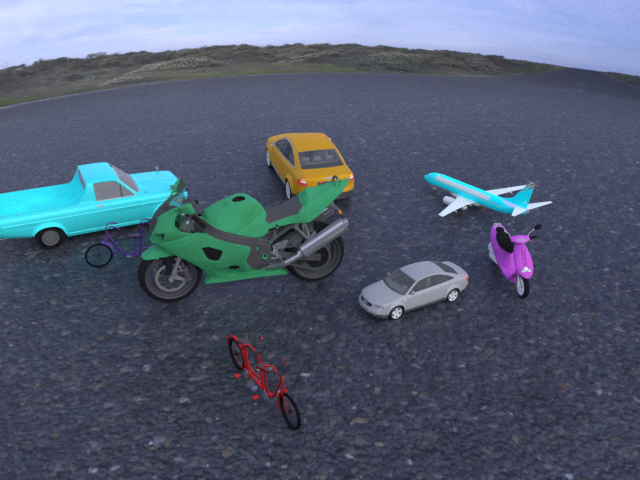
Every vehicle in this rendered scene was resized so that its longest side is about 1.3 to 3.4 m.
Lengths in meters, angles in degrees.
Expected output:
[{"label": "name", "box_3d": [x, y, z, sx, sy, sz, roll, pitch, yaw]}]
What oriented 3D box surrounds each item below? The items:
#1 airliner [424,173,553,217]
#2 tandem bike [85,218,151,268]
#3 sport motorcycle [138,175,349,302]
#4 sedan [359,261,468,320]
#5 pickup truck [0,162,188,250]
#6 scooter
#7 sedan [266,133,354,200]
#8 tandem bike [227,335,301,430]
[{"label": "airliner", "box_3d": [2.735, -0.966, 12.300, 2.257, 0.835, 2.541, -18, 31, -32]}, {"label": "tandem bike", "box_3d": [-2.702, -0.001, 10.528, 1.642, 0.682, 0.283, -11, 28, -21]}, {"label": "sport motorcycle", "box_3d": [-1.014, -0.023, 9.543, 2.955, 1.596, 0.983, -8, 27, -15]}, {"label": "sedan", "box_3d": [1.275, 0.618, 9.504, 1.613, 0.483, 0.635, -14, 30, -26]}, {"label": "pickup truck", "box_3d": [-3.770, -0.672, 11.530, 3.117, 0.993, 1.244, -12, 29, -23]}, {"label": "scooter", "box_3d": [2.718, 0.143, 9.971, 0.662, 0.919, 1.399, -4, 27, -7]}, {"label": "sedan", "box_3d": [-0.263, -1.581, 13.423, 1.235, 0.940, 3.137, -7, 27, -14]}, {"label": "tandem bike", "box_3d": [-0.646, 1.422, 7.659, 0.283, 0.682, 1.642, -16, 31, -29]}]
